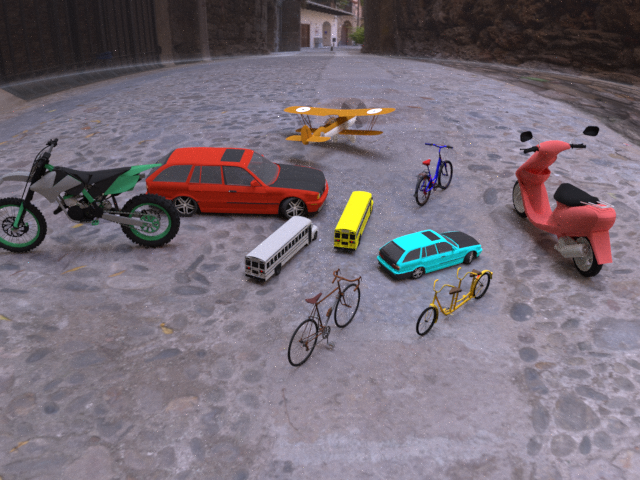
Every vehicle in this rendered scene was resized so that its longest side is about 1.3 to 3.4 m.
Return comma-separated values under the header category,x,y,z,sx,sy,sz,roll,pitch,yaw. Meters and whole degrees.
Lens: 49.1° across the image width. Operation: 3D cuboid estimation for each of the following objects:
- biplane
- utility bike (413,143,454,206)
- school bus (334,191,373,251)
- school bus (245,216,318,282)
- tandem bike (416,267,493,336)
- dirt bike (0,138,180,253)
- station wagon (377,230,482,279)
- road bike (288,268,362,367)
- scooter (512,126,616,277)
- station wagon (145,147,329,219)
category,x,y,z,sx,sy,sz,roll,pitch,yaw
biplane,0.185,-2.306,14.318,2.598,0.981,2.120,17,33,28
utility bike,1.974,-1.199,12.316,0.535,0.946,1.435,19,34,31
school bus,0.571,-0.361,11.311,0.365,0.434,1.708,7,29,12
school bus,-0.533,0.072,10.515,0.365,0.434,1.708,14,31,23
tandem bike,1.783,0.694,9.111,1.642,0.682,0.283,-25,37,-38
dirt bike,-3.588,-0.577,10.419,2.903,1.666,1.024,-3,29,-5
station wagon,1.651,0.133,10.361,1.597,0.473,0.682,-14,31,-24
road bike,0.078,0.913,8.529,0.358,0.852,1.545,19,34,30
scooter,3.638,-0.722,10.560,1.288,1.786,2.721,-6,29,-11
station wagon,-1.403,-1.039,12.049,3.105,0.920,1.327,2,29,3
